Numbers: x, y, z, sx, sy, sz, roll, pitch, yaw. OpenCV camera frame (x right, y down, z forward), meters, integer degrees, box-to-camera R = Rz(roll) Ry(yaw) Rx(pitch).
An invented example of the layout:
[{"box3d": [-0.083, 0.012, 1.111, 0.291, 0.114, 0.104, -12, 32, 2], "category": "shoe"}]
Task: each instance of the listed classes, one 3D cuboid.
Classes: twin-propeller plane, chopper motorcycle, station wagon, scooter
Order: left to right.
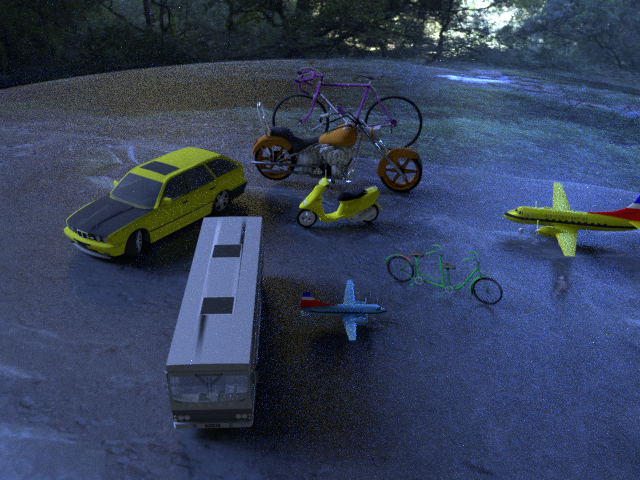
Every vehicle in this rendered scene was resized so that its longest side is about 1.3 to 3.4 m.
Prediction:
[{"box3d": [-2.544, -0.705, 11.087, 1.327, 0.920, 3.105, 18, 32, 30], "category": "station wagon"}, {"box3d": [0.288, -1.626, 12.248, 3.040, 1.480, 0.906, 4, 28, 8], "category": "chopper motorcycle"}, {"box3d": [0.309, -0.656, 10.996, 1.399, 0.919, 0.662, -5, 28, -9], "category": "scooter"}, {"box3d": [0.293, 0.823, 8.714, 1.095, 0.407, 1.370, 0, 28, 1], "category": "twin-propeller plane"}, {"box3d": [3.901, -0.402, 10.646, 2.129, 0.792, 2.663, 6, 28, 12], "category": "twin-propeller plane"}]

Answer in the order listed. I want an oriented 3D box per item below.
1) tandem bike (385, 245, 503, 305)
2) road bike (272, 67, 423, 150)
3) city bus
[{"box3d": [1.613, 0.399, 9.230, 1.642, 0.682, 0.283, 14, 31, 25], "category": "tandem bike"}, {"box3d": [0.532, -2.552, 13.833, 3.004, 1.656, 0.697, 2, 28, 3], "category": "road bike"}, {"box3d": [-1.114, 0.818, 8.196, 0.926, 0.894, 3.255, -1, 28, -2], "category": "city bus"}]
